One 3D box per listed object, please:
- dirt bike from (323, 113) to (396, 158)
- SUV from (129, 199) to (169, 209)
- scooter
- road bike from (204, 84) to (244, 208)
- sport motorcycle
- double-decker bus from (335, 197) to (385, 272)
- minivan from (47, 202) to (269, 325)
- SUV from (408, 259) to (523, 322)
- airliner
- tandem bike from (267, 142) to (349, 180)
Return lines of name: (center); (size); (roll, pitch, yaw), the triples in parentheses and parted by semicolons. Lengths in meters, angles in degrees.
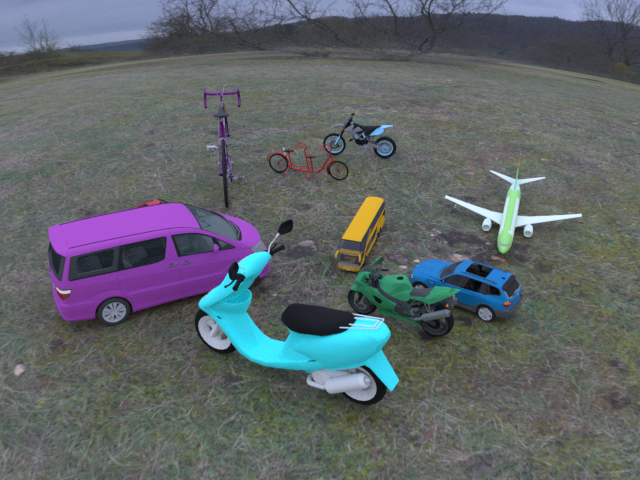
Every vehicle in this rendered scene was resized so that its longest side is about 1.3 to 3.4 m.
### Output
dirt bike: (0.800, -2.072, 14.092); (1.493, 0.857, 0.527); (4, 30, 8)
SUV: (-2.915, -0.172, 11.040); (0.656, 0.580, 1.572); (24, 38, 36)
scooter: (-0.366, 0.867, 8.000); (2.721, 1.786, 1.288); (15, 33, 24)
road bike: (-1.758, -1.804, 12.816); (0.696, 1.656, 3.004); (-3, 30, -6)
sport motorcycle: (1.061, 0.764, 9.155); (1.520, 0.821, 0.506); (14, 33, 23)
double-decker bus: (0.663, -0.095, 10.944); (0.389, 0.541, 1.672); (9, 31, 16)
minivan: (-2.203, 0.185, 9.792); (3.011, 1.197, 1.324); (-14, 32, -23)
SUV: (2.005, 0.592, 9.700); (1.572, 0.580, 0.656); (19, 35, 30)
airliner: (3.165, -0.609, 11.549); (2.257, 0.835, 2.541); (9, 31, 16)
tandem bike: (-0.244, -1.523, 13.306); (1.642, 0.682, 0.283); (9, 31, 15)
